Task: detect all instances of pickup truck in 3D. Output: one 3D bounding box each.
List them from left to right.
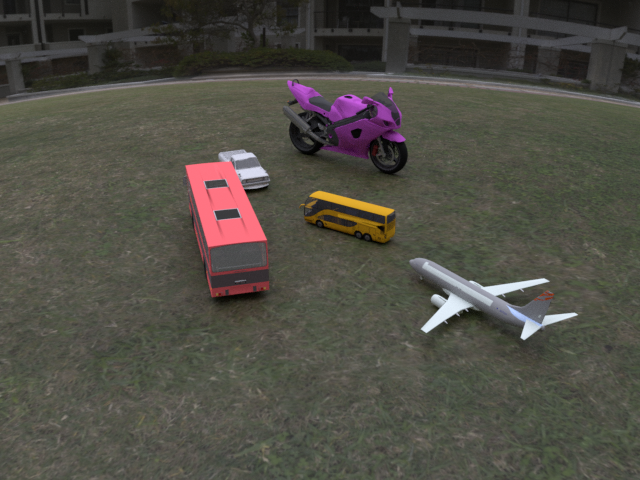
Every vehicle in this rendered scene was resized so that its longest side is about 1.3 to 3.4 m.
[{"bbox_3d":[-1.500,-1.432,13.652,0.640,0.511,1.603,-11,28,-21],"label":"pickup truck"}]

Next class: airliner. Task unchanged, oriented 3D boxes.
[{"bbox_3d":[2.031,0.559,9.219,2.257,0.835,2.541,-17,31,-30],"label":"airliner"}]

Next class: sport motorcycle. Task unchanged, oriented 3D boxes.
[{"bbox_3d":[0.511,-2.342,14.274,2.955,1.596,0.983,18,31,33],"label":"sport motorcycle"}]

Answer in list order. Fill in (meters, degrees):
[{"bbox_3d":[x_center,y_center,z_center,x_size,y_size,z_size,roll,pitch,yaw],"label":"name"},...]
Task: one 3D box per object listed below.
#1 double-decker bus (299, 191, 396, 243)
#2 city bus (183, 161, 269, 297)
[{"bbox_3d":[0.447,-0.396,11.503,1.672,0.541,0.389,17,31,30],"label":"double-decker bus"},{"bbox_3d":[-1.490,-0.235,10.773,0.926,0.894,3.255,-7,27,-13],"label":"city bus"}]
